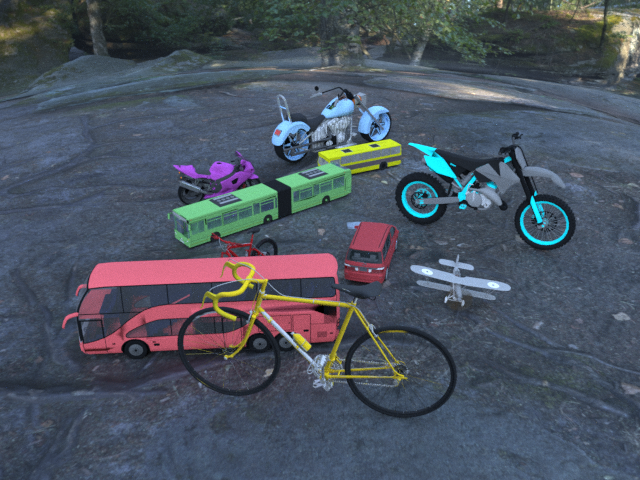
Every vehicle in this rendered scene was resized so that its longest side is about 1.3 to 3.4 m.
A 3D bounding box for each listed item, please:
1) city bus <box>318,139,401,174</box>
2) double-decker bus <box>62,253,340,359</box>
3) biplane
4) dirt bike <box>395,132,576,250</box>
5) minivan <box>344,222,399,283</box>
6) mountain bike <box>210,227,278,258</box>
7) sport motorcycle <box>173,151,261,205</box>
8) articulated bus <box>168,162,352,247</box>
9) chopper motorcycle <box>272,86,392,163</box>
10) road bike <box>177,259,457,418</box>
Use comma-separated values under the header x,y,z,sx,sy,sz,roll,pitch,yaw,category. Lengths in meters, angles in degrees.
x,y,z,sx,sy,sz,roll,pitch,yaw,category
0.788,-1.584,13.758,1.674,0.460,0.476,-14,30,-25,city bus
-1.378,0.786,8.504,3.251,1.052,0.756,-2,27,-4,double-decker bus
1.894,0.558,9.545,1.336,0.504,1.090,4,27,7,biplane
2.551,-0.809,10.933,2.903,1.666,1.024,14,30,25,dirt bike
0.782,0.077,10.360,0.681,0.616,1.548,6,28,12,minivan
-1.083,0.273,9.703,0.573,0.868,1.469,19,33,33,mountain bike
-1.791,-1.064,12.353,1.520,0.821,0.506,-9,28,-16,sport motorcycle
-0.892,-0.647,11.826,3.401,0.561,0.605,-20,34,-34,articulated bus
0.313,-2.493,14.411,3.040,1.480,0.906,-20,33,-34,chopper motorcycle
-0.080,1.075,7.283,3.004,1.656,0.696,5,28,10,road bike
